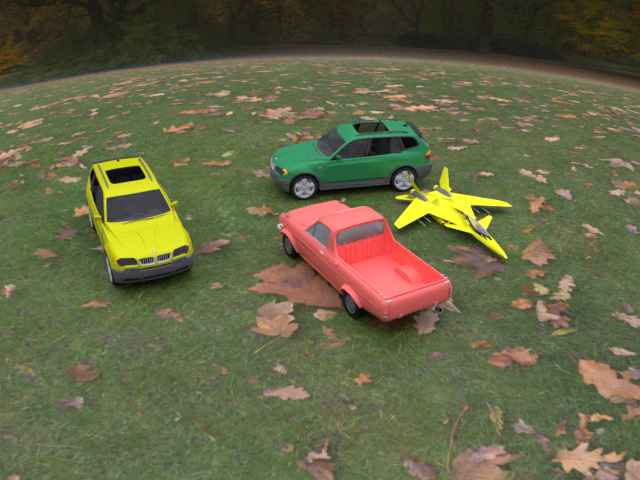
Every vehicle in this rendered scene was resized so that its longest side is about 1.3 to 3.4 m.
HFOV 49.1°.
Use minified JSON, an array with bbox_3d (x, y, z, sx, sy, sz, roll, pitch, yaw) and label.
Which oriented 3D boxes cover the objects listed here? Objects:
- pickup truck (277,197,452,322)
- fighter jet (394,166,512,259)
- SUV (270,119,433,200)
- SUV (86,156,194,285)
[{"bbox_3d":[0.535,0.150,10.151,1.244,0.993,3.117,-15,32,-26],"label":"pickup truck"},{"bbox_3d":[2.372,-0.456,11.710,2.229,0.557,2.640,-11,31,-19],"label":"fighter jet"},{"bbox_3d":[0.581,-1.588,13.179,3.058,1.128,1.276,-5,29,-10],"label":"SUV"},{"bbox_3d":[-2.928,-0.409,11.030,1.276,1.128,3.058,-12,31,-21],"label":"SUV"}]
